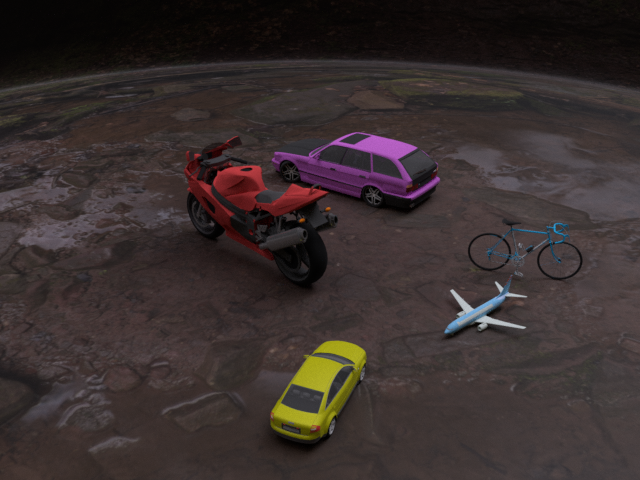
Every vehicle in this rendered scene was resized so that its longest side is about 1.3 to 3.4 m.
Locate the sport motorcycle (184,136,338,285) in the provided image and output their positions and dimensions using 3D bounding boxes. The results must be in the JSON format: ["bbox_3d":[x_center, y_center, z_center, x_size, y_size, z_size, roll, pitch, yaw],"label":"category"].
[{"bbox_3d":[-0.980,-0.436,9.964,2.955,1.596,0.983,24,35,38],"label":"sport motorcycle"}]

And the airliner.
[{"bbox_3d":[2.009,0.828,8.787,1.307,0.429,1.161,-21,34,-35],"label":"airliner"}]

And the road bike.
[{"bbox_3d":[2.847,0.114,9.709,1.545,0.852,0.358,7,28,14],"label":"road bike"}]

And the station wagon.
[{"bbox_3d":[0.570,-1.410,12.588,3.105,0.920,1.327,19,33,32],"label":"station wagon"}]

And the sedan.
[{"bbox_3d":[0.025,1.504,7.419,0.635,0.483,1.613,11,29,20],"label":"sedan"}]
